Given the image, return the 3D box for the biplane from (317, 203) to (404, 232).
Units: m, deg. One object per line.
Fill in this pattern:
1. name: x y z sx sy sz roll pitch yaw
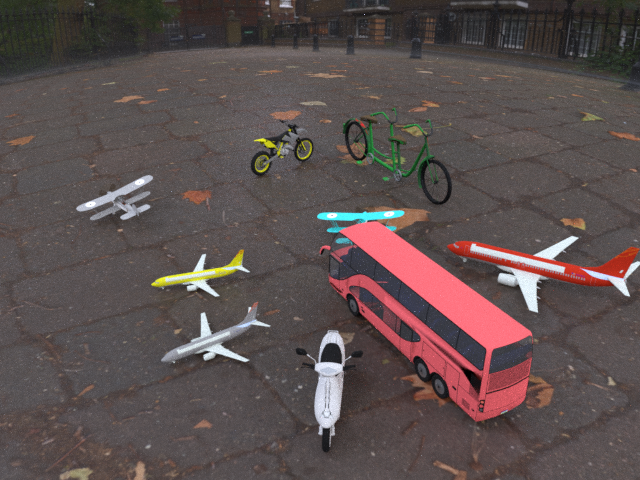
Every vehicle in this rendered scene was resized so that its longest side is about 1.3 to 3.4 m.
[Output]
1. biplane: 0.566 -0.182 10.552 1.336 0.504 1.090 7 29 13

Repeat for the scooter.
1. scooter: 0.101 1.395 7.175 0.662 0.919 1.399 2 28 4

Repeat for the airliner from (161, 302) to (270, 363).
1. airliner: -1.268 1.100 8.242 1.307 0.429 1.161 -18 33 -29

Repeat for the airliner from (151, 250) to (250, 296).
1. airliner: -1.645 0.407 9.534 1.307 0.429 1.161 -8 29 -15

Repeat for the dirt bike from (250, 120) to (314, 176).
1. dirt bike: -0.698 -1.748 13.099 1.493 0.857 0.527 -23 36 -36

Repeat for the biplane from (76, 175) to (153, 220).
1. biplane: -3.201 -0.578 11.290 1.336 0.504 1.090 -22 35 -35

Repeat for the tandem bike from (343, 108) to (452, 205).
1. tandem bike: 1.306 -1.688 12.492 0.550 1.326 3.192 -16 32 -28

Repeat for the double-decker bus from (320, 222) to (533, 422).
1. double-decker bus: 1.105 0.769 8.200 0.756 1.052 3.251 -15 31 -25

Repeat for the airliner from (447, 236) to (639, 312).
1. airliner: 2.949 0.186 9.516 2.541 0.835 2.257 15 32 26
